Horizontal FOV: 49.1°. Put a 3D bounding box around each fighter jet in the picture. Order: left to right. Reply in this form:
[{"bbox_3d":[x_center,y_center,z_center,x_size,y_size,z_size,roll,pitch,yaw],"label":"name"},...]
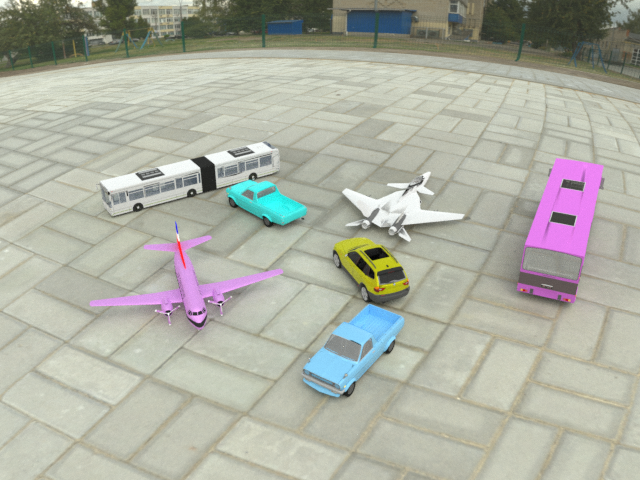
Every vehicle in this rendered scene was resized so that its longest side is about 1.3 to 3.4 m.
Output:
[{"bbox_3d":[1.519,-0.857,12.341,2.229,0.557,2.640,14,33,23],"label":"fighter jet"}]

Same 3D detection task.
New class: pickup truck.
[{"bbox_3d":[-0.951,-0.691,12.103,0.640,0.511,1.603,-26,39,-37],"label":"pickup truck"},{"bbox_3d":[0.441,1.303,8.710,0.640,0.511,1.603,19,35,29],"label":"pickup truck"}]

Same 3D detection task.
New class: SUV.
[{"bbox_3d":[0.733,0.345,10.273,0.656,0.580,1.572,-12,33,-20],"label":"SUV"}]

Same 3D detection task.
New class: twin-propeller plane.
[{"bbox_3d":[-1.857,0.504,9.793,2.663,0.792,2.129,-9,32,-15],"label":"twin-propeller plane"}]

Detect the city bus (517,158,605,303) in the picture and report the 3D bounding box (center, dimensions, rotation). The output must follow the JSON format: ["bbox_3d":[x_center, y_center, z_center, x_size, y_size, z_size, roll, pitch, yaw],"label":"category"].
[{"bbox_3d":[3.796,-0.216,10.917,0.926,0.894,3.255,13,33,20],"label":"city bus"}]

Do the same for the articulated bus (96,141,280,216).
[{"bbox_3d":[-2.323,-1.164,12.859,3.401,0.561,0.605,-18,35,-28],"label":"articulated bus"}]
